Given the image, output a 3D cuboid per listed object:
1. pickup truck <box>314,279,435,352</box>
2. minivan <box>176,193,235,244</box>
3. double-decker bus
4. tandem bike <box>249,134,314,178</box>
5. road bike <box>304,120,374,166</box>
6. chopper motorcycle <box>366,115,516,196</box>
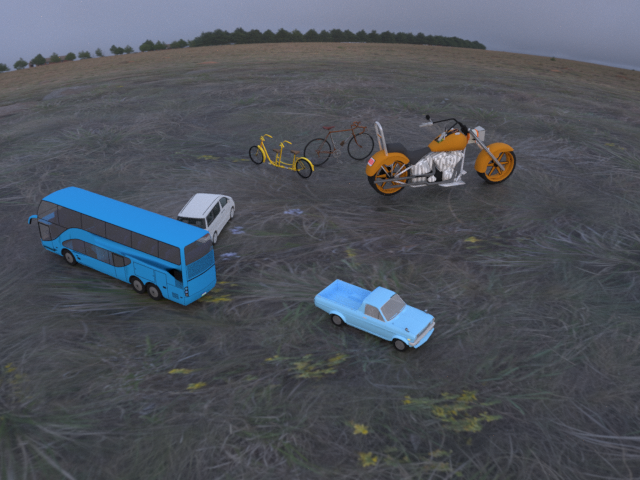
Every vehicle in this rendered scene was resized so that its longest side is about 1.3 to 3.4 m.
[{"bbox_3d":[0.711,0.922,9.279,1.603,0.511,0.640,19,34,31],"label":"pickup truck"},{"bbox_3d":[-1.899,-0.437,11.684,0.681,0.616,1.548,5,29,9],"label":"minivan"},{"bbox_3d":[-2.967,0.020,10.379,3.251,1.052,0.756,17,33,29],"label":"double-decker bus"},{"bbox_3d":[-0.793,-1.683,13.918,1.642,0.682,0.283,19,34,31],"label":"tandem bike"},{"bbox_3d":[0.397,-1.968,14.267,1.545,0.852,0.358,-10,30,-17],"label":"road bike"},{"bbox_3d":[2.293,-1.610,12.944,3.040,1.480,0.906,-9,30,-16],"label":"chopper motorcycle"}]
